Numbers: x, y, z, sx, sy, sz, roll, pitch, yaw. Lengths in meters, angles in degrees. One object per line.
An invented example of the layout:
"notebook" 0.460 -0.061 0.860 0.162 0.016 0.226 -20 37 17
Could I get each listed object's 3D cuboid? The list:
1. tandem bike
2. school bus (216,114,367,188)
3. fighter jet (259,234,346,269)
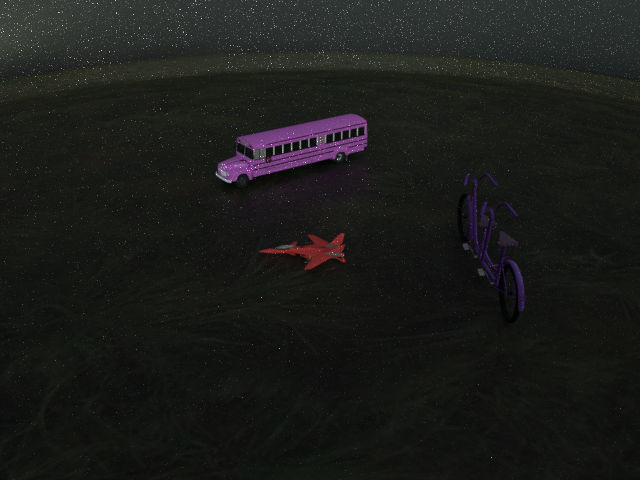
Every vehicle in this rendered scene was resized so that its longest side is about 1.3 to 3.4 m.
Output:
"tandem bike" 2.401 -0.060 10.028 0.550 1.326 3.192 -2 27 -3
"school bus" -0.535 -1.835 14.106 3.322 0.844 0.709 -18 32 -31
"fighter jet" -0.277 0.110 10.850 1.358 0.286 1.147 1 27 1
